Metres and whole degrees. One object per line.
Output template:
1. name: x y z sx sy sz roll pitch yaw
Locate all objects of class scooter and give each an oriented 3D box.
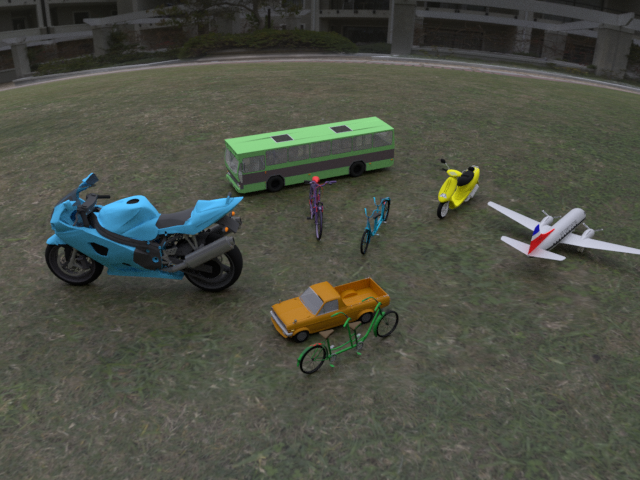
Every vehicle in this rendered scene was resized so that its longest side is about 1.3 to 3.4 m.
1. scooter: 2.465 -0.989 12.384 0.662 0.919 1.399 21 36 33

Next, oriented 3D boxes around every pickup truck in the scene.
1. pickup truck: 0.143 0.870 9.474 1.603 0.511 0.640 -13 32 -23

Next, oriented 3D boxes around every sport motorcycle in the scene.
1. sport motorcycle: -2.519 -0.014 9.943 2.955 1.596 0.983 2 29 3

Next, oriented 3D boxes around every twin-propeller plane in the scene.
1. twin-propeller plane: 3.779 -0.201 11.103 2.663 0.792 2.129 23 36 35

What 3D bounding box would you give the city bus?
1. city bus: -0.170 -1.639 13.572 3.255 0.894 0.926 -12 31 -21

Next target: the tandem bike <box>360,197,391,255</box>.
1. tandem bike: 0.931 -0.367 11.513 0.283 0.682 1.642 10 31 18

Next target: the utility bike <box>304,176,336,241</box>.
1. utility bike: -0.018 -0.657 11.760 0.535 0.946 1.435 -3 29 -6

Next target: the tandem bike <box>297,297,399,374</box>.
1. tandem bike: 0.381 1.162 8.774 1.642 0.682 0.283 -20 35 -32
